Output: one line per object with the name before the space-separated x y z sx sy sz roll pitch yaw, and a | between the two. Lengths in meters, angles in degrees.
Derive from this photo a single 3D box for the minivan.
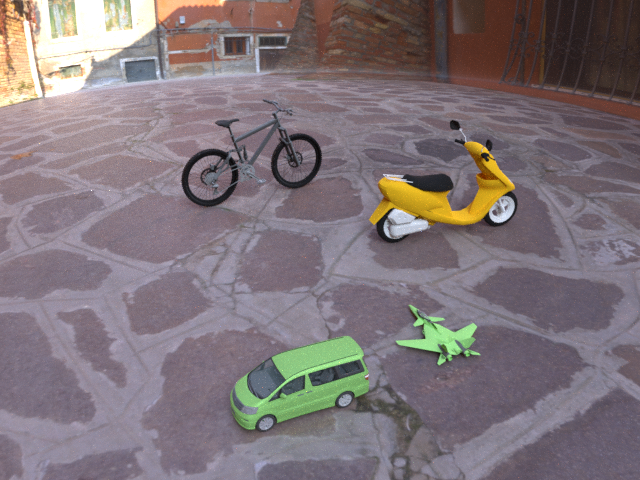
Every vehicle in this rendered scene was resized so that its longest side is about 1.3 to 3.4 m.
minivan | -0.232 1.569 7.782 1.548 0.616 0.681 -11 29 -22

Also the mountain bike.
mountain bike | -1.209 -1.585 12.908 2.857 1.688 1.114 -14 30 -27

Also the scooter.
scooter | 2.106 -0.903 11.428 2.721 1.786 1.288 -9 28 -17

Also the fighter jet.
fighter jet | 1.472 1.102 9.088 1.147 0.286 1.358 -10 28 -19
